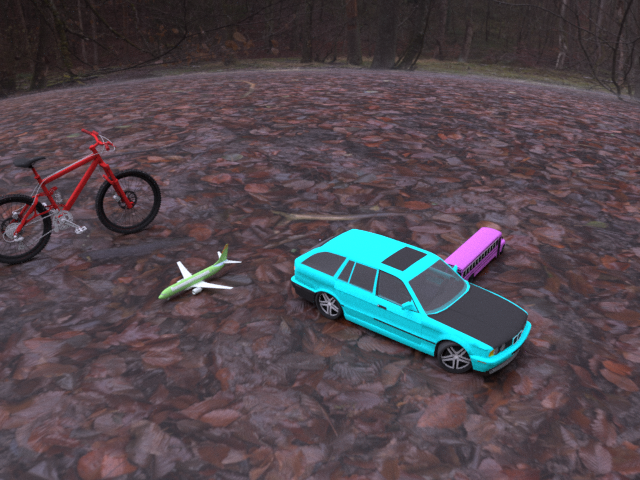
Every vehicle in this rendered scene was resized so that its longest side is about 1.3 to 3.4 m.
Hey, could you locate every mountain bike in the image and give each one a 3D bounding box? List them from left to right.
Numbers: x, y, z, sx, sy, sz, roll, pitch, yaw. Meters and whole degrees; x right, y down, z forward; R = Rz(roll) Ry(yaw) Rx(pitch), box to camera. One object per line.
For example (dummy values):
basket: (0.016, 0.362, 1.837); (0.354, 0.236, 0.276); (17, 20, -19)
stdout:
mountain bike: (-3.782, -0.652, 10.629); (2.857, 1.688, 1.114); (-17, 31, -31)

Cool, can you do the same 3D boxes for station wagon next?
station wagon: (1.106, 0.648, 8.879); (3.105, 0.920, 1.327); (20, 33, 34)

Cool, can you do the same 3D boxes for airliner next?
airliner: (-1.742, 0.457, 9.813); (1.161, 0.429, 1.307); (21, 33, 36)

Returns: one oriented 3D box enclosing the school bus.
school bus: (2.275, 0.227, 10.271); (0.365, 0.434, 1.708); (17, 31, 31)
